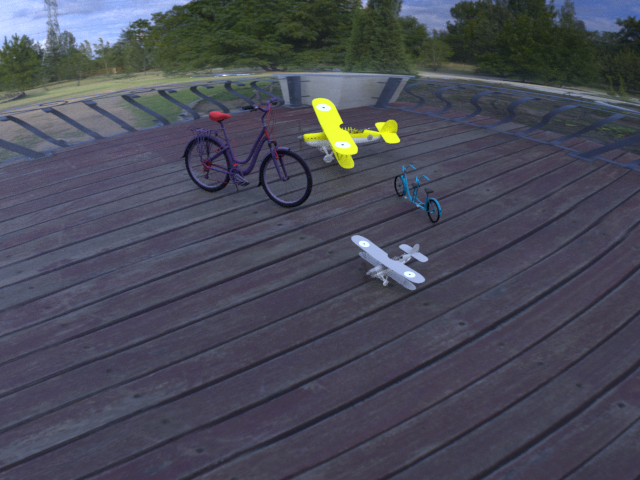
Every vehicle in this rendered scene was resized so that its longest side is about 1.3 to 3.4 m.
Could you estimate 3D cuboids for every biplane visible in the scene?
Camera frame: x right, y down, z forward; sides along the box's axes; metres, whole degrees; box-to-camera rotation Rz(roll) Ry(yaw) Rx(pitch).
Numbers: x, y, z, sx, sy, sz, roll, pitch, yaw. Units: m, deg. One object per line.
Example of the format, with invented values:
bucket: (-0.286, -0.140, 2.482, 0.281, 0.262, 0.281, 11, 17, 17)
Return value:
biplane: (1.059, 0.337, 9.976, 1.090, 0.504, 1.336, -22, 34, -37)
biplane: (0.582, -2.117, 14.389, 2.120, 0.981, 2.598, -5, 27, -11)

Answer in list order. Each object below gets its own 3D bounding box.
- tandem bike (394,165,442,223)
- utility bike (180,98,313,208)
tandem bike: (1.683, -0.852, 12.175, 0.283, 0.682, 1.642, -10, 28, -20)
utility bike: (-1.321, -1.636, 12.453, 2.791, 1.839, 1.039, 13, 29, 24)
